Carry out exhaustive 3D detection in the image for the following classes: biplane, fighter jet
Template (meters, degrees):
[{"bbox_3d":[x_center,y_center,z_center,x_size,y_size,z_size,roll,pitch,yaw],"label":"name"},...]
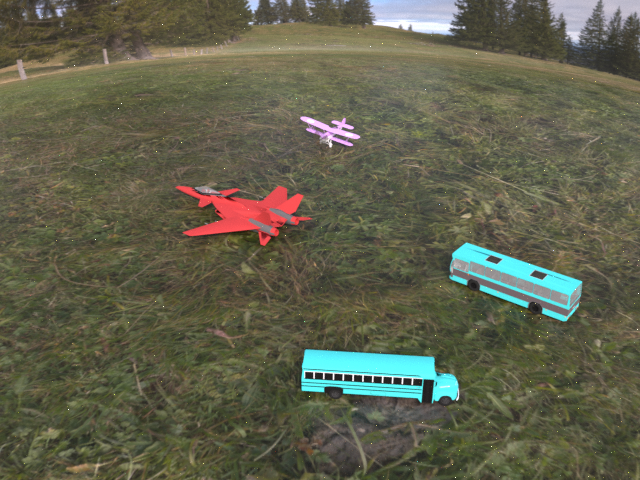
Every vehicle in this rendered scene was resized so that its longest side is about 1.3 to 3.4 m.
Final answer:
[{"bbox_3d":[0.279,-2.210,14.312,1.336,0.504,1.090,15,32,25],"label":"biplane"},{"bbox_3d":[-1.499,-0.684,11.470,2.640,0.557,2.229,21,35,33],"label":"fighter jet"}]

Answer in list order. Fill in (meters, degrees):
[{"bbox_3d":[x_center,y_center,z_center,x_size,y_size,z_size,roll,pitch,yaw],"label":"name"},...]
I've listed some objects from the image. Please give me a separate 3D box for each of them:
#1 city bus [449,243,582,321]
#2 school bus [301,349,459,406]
[{"bbox_3d":[2.567,0.555,9.307,1.674,0.460,0.476,21,35,33],"label":"city bus"},{"bbox_3d":[0.657,1.488,7.629,1.708,0.434,0.365,3,29,5],"label":"school bus"}]
